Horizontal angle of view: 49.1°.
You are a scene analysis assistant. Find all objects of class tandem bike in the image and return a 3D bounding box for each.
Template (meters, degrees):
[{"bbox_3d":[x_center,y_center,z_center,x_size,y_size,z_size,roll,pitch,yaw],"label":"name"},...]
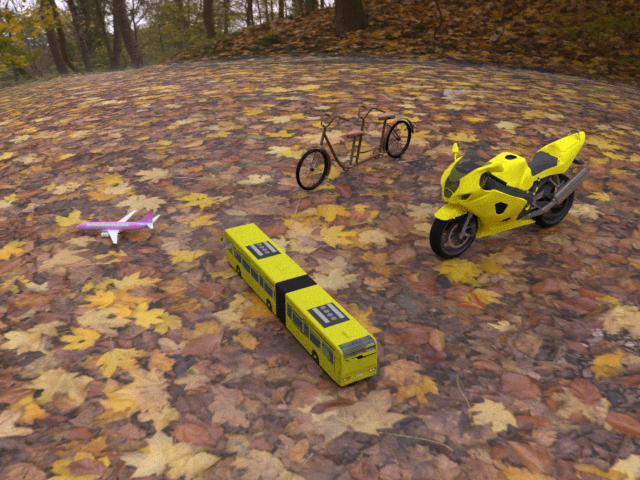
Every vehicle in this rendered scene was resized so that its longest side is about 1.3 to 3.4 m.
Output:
[{"bbox_3d":[0.738,-1.879,13.094,3.192,1.326,0.550,-24,36,-38],"label":"tandem bike"}]

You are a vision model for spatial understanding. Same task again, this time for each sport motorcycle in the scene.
[{"bbox_3d":[2.862,-0.712,10.592,2.955,1.596,0.983,-16,32,-28],"label":"sport motorcycle"}]

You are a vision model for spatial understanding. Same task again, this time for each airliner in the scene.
[{"bbox_3d":[-3.230,-0.303,11.068,1.307,0.429,1.161,1,28,1],"label":"airliner"}]

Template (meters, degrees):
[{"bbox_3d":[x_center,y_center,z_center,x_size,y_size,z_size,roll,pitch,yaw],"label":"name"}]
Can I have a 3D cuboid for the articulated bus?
[{"bbox_3d":[-0.380,0.691,9.043,0.605,0.561,3.401,-14,31,-25],"label":"articulated bus"}]
